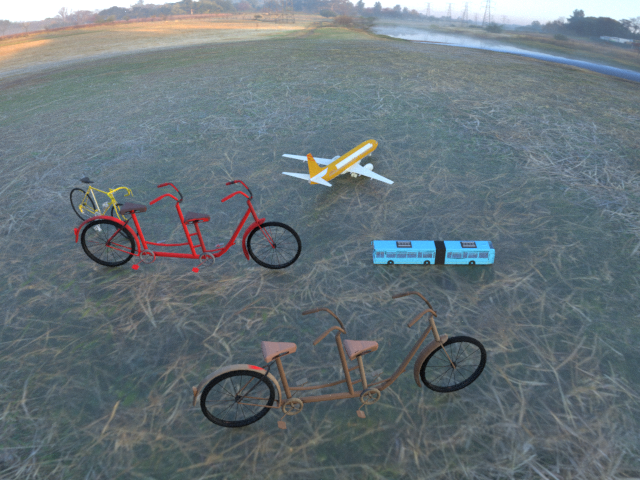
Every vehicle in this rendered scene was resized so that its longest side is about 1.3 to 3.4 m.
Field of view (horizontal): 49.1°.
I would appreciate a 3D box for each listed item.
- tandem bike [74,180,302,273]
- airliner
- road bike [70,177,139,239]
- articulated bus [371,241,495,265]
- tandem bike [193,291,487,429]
[{"bbox_3d":[-1.850,-0.172,9.696,3.192,1.326,0.550,1,30,2],"label":"tandem bike"},{"bbox_3d":[0.432,-1.552,12.536,2.257,0.835,2.541,18,35,27],"label":"airliner"},{"bbox_3d":[-3.347,-0.522,10.761,1.545,0.852,0.358,19,35,29],"label":"road bike"},{"bbox_3d":[1.622,0.180,10.120,1.749,0.289,0.311,0,30,0],"label":"articulated bus"},{"bbox_3d":[0.269,1.260,7.251,3.192,1.326,0.550,-7,31,-11],"label":"tandem bike"}]
